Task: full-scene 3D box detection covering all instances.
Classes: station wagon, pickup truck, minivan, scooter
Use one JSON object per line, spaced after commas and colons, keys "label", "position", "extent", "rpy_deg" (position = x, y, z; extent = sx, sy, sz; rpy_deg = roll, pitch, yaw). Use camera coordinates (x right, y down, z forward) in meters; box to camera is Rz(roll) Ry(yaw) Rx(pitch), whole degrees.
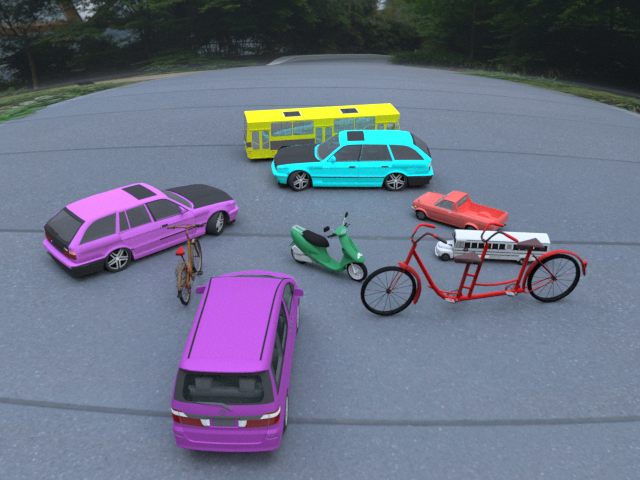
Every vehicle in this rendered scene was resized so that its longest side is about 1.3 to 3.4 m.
{"label": "station wagon", "position": [0.609, -1.597, 13.585], "extent": [3.105, 0.920, 1.327], "rpy_deg": [0, 28, 0]}
{"label": "pickup truck", "position": [2.376, -0.517, 11.976], "extent": [1.603, 0.511, 0.640], "rpy_deg": [19, 33, 32]}
{"label": "station wagon", "position": [-2.803, -0.387, 11.290], "extent": [3.105, 0.920, 1.327], "rpy_deg": [-23, 35, -36]}
{"label": "minivan", "position": [-0.884, 1.103, 8.167], "extent": [1.324, 1.197, 3.011], "rpy_deg": [1, 28, 2]}
{"label": "scooter", "position": [0.102, 0.066, 10.431], "extent": [1.399, 0.919, 0.662], "rpy_deg": [16, 32, 28]}

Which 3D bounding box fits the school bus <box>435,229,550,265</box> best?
{"label": "school bus", "position": [2.666, 0.100, 10.886], "extent": [1.708, 0.434, 0.365], "rpy_deg": [3, 28, 5]}

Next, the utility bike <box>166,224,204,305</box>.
{"label": "utility bike", "position": [-1.928, 0.274, 10.008], "extent": [0.535, 0.946, 1.435], "rpy_deg": [1, 28, 2]}

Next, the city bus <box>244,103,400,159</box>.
{"label": "city bus", "position": [0.031, -2.290, 14.929], "extent": [3.255, 0.894, 0.926], "rpy_deg": [-5, 28, -9]}

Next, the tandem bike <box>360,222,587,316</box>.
{"label": "tandem bike", "position": [2.117, 0.369, 9.421], "extent": [3.192, 1.326, 0.550], "rpy_deg": [-4, 28, -8]}
